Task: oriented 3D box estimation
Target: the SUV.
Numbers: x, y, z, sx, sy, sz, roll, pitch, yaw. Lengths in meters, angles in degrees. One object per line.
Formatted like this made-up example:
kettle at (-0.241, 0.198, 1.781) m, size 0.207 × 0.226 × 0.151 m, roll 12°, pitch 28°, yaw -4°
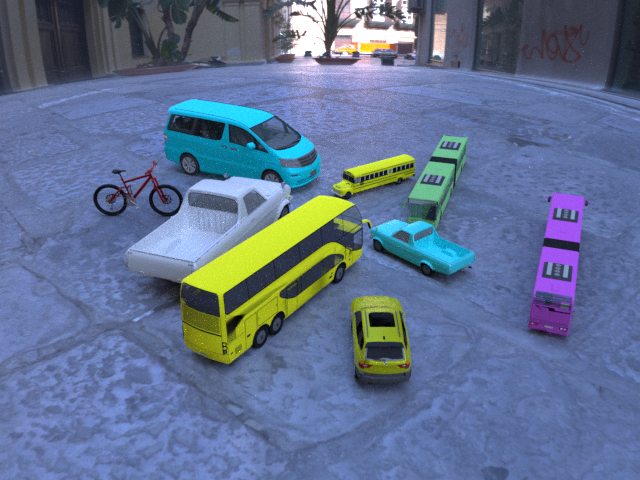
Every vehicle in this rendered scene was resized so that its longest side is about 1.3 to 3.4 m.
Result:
SUV at (0.687, 1.044, 8.053) m, size 0.656 × 0.580 × 1.572 m, roll 0°, pitch 27°, yaw 0°

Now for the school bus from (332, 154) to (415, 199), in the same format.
school bus at (0.963, -1.143, 12.546) m, size 1.708 × 0.434 × 0.365 m, roll -18°, pitch 32°, yaw -31°

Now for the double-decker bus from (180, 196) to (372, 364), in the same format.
double-decker bus at (-0.450, 0.354, 8.897) m, size 0.756 × 1.052 × 3.251 m, roll 16°, pitch 31°, yaw 29°

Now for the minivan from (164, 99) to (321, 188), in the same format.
minivan at (-1.442, -1.793, 12.988) m, size 3.011 × 1.197 × 1.324 m, roll 14°, pitch 30°, yaw 25°

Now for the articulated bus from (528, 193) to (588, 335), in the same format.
articulated bus at (3.333, 0.206, 9.733) m, size 0.605 × 0.561 × 3.401 m, roll 10°, pitch 28°, yaw 18°

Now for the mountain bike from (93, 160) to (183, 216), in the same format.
mountain bike at (-2.968, -0.787, 11.360) m, size 1.469 × 0.868 × 0.573 m, roll 0°, pitch 27°, yaw 1°

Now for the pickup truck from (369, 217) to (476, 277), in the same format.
pickup truck at (1.446, 0.053, 10.094) m, size 0.640 × 0.511 × 1.603 m, roll -21°, pitch 34°, yaw -36°

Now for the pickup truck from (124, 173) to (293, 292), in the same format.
pickup truck at (-1.499, -0.278, 10.214) m, size 1.244 × 0.993 × 3.117 m, roll 10°, pitch 28°, yaw 19°

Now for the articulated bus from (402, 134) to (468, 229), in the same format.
articulated bus at (2.112, -1.106, 12.332) m, size 0.605 × 0.561 × 3.401 m, roll 9°, pitch 28°, yaw 17°
